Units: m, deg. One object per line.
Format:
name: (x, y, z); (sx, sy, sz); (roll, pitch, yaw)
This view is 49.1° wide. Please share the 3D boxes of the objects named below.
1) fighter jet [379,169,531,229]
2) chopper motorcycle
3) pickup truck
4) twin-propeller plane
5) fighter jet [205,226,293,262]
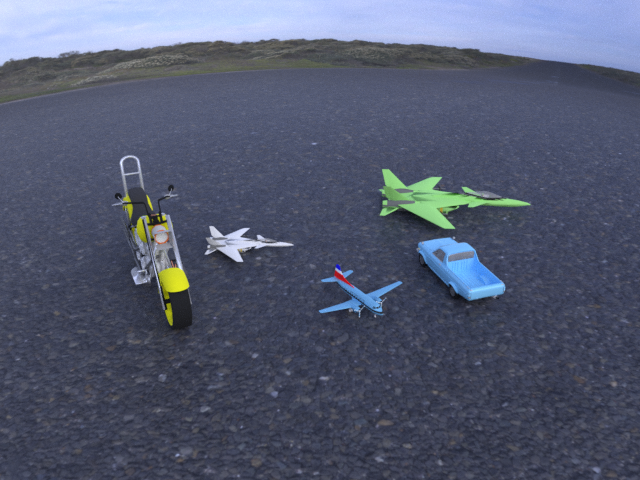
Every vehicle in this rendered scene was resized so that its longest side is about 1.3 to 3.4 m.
fighter jet: (2.362, -0.806, 12.218); (2.640, 0.557, 2.229); (2, 27, 3)
chopper motorcycle: (-2.316, -0.042, 9.704); (0.906, 1.480, 3.040); (-11, 29, -21)
pickup truck: (1.976, 0.360, 9.982); (0.640, 0.511, 1.603); (-9, 28, -17)
twin-propeller plane: (0.507, 0.694, 9.440); (1.370, 0.407, 1.095); (-17, 32, -30)
fighter jet: (-1.089, 0.002, 10.931); (1.358, 0.286, 1.147); (0, 27, 0)
